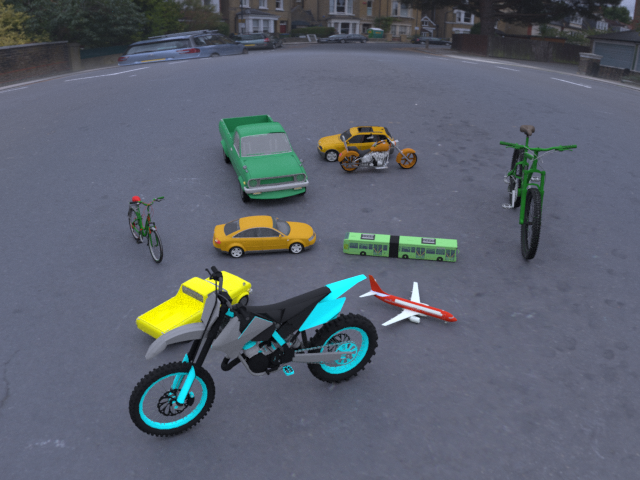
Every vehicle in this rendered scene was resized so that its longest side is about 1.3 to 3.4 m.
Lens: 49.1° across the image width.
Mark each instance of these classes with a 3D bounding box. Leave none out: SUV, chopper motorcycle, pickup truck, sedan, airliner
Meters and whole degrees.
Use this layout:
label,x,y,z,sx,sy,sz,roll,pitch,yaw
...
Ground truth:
label,x,y,z,sx,sy,sz,roll,pitch,yaw
SUV,0.726,-1.978,14.203,1.572,0.580,0.656,-2,29,-3
chopper motorcycle,1.125,-1.694,13.509,1.563,0.761,0.466,-5,30,-10
pickup truck,-1.629,0.834,9.238,0.640,0.511,1.603,21,36,33
sedan,-0.867,-0.100,10.939,1.613,0.483,0.635,-4,29,-6
pickup truck,-1.148,-1.731,13.338,1.244,0.993,3.117,-8,30,-14
airliner,1.219,0.802,9.380,1.307,0.429,1.161,14,32,24

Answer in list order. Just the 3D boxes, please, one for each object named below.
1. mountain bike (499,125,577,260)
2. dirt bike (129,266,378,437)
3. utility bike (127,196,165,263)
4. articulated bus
label,x,y,z,sx,sy,sz,roll,pitch,yaw
mountain bike,3.295,-0.937,11.203,1.114,1.688,2.857,4,29,7
dirt bike,-0.633,1.141,7.504,2.903,1.666,1.024,-13,32,-22
utility bike,-2.680,-0.286,10.797,0.535,0.946,1.435,-18,34,-29
articulated bus,1.241,0.105,10.771,1.749,0.289,0.311,4,29,7
